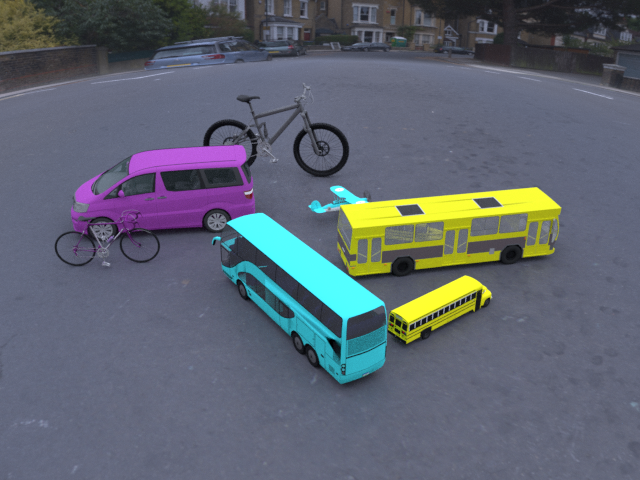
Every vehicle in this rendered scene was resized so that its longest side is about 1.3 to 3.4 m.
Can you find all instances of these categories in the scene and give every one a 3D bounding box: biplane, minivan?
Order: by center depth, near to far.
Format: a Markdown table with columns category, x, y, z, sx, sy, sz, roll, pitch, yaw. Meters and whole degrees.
| category | x | y | z | sx | sy | sz | roll | pitch | yaw |
| --- | --- | --- | --- | --- | --- | --- | --- | --- | --- |
| minivan | -2.613 | -0.837 | 11.665 | 3.011 | 1.197 | 1.324 | -4 | 29 | -8 |
| biplane | 0.348 | -0.602 | 11.960 | 1.090 | 0.504 | 1.336 | -11 | 30 | -19 |

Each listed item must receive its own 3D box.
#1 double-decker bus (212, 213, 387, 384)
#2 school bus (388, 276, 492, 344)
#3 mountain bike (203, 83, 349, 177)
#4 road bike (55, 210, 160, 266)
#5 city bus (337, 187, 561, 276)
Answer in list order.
| category | x | y | z | sx | sy | sz | roll | pitch | yaw |
| --- | --- | --- | --- | --- | --- | --- | --- | --- | --- |
| double-decker bus | -0.354 | 0.608 | 9.123 | 0.756 | 1.052 | 3.251 | -17 | 33 | -29 |
| school bus | 1.637 | 0.879 | 9.270 | 1.708 | 0.434 | 0.365 | -21 | 34 | -33 |
| mountain bike | -0.859 | -2.036 | 13.383 | 2.857 | 1.688 | 1.114 | 3 | 28 | 6 |
| road bike | -3.196 | -0.006 | 10.479 | 1.545 | 0.852 | 0.358 | -3 | 28 | -6 |
| city bus | 1.937 | -0.109 | 10.628 | 3.255 | 0.894 | 0.926 | -6 | 29 | -10 |
